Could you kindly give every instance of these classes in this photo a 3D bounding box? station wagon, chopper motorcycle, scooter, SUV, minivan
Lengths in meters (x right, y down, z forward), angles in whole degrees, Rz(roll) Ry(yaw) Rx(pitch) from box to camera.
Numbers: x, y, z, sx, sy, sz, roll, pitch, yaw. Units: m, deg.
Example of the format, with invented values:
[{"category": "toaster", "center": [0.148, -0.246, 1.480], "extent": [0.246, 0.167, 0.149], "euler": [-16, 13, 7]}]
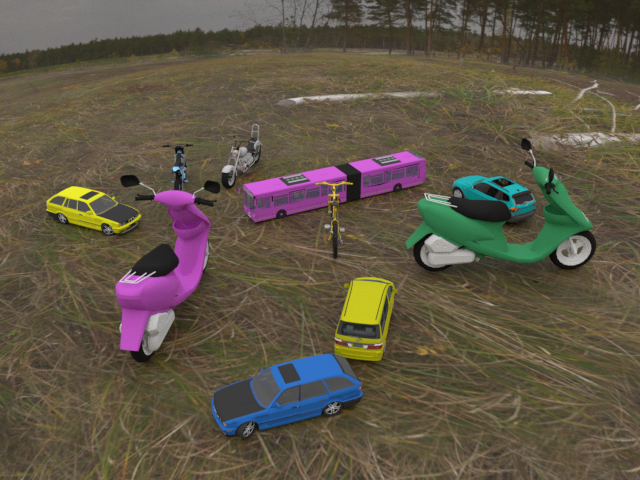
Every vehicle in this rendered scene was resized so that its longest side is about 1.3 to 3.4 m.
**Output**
[{"category": "station wagon", "center": [-0.361, 1.609, 7.468], "extent": [1.597, 0.473, 0.682], "euler": [-10, 30, -18]}, {"category": "chopper motorcycle", "center": [-1.453, -1.568, 12.995], "extent": [0.466, 0.761, 1.563], "euler": [9, 30, 16]}, {"category": "scooter", "center": [2.580, -0.358, 9.705], "extent": [2.721, 1.786, 1.288], "euler": [-1, 29, -2]}, {"category": "SUV", "center": [2.902, -0.780, 11.738], "extent": [0.656, 0.580, 1.572], "euler": [-16, 32, -27]}, {"category": "scooter", "center": [-1.893, 0.173, 8.731], "extent": [1.288, 1.786, 2.721], "euler": [5, 29, 9]}, {"category": "minivan", "center": [0.583, 0.859, 8.696], "extent": [0.681, 0.616, 1.548], "euler": [5, 29, 10]}, {"category": "station wagon", "center": [-3.675, -0.509, 11.354], "extent": [1.597, 0.473, 0.682], "euler": [13, 31, 23]}]

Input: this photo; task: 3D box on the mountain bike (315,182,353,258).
[{"category": "mountain bike", "center": [0.219, -0.364, 10.675], "extent": [0.573, 0.868, 1.469], "euler": [0, 29, -1]}]

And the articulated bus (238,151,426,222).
[{"category": "articulated bus", "center": [0.297, -0.958, 12.085], "extent": [3.401, 0.561, 0.605], "euler": [-14, 32, -24]}]

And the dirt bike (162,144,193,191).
[{"category": "dirt bike", "center": [-2.460, -1.206, 12.231], "extent": [0.527, 0.857, 1.493], "euler": [-2, 29, -4]}]
